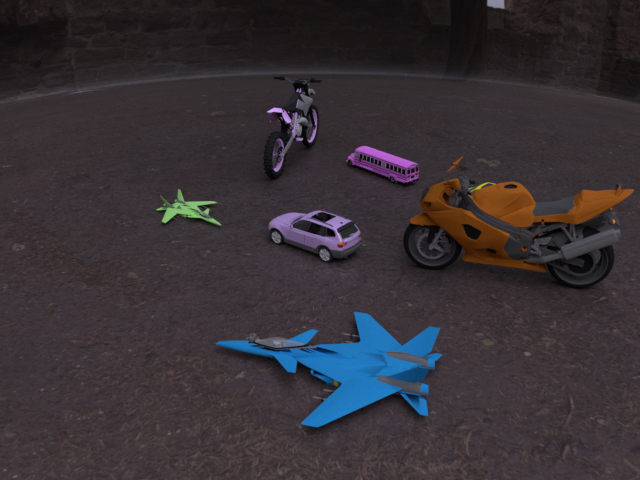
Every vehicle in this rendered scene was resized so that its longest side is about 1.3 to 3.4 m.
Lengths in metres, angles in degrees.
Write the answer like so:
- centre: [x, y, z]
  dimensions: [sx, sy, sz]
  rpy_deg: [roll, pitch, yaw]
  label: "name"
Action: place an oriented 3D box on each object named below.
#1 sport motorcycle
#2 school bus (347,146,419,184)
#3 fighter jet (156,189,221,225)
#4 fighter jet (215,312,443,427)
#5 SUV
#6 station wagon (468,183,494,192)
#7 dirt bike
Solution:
- centre: [2.648, -0.187, 9.734]
  dimensions: [2.955, 1.596, 0.983]
  rpy_deg: [7, 27, 13]
  label: "sport motorcycle"
- centre: [1.196, -1.492, 13.754]
  dimensions: [0.365, 0.434, 1.708]
  rpy_deg: [-21, 33, -36]
  label: "school bus"
- centre: [-2.144, -0.516, 11.912]
  dimensions: [1.358, 0.286, 1.147]
  rpy_deg: [21, 33, 36]
  label: "fighter jet"
- centre: [0.014, 1.247, 7.971]
  dimensions: [2.640, 0.557, 2.229]
  rpy_deg: [7, 27, 15]
  label: "fighter jet"
- centre: [-0.094, -0.156, 10.833]
  dimensions: [1.572, 0.580, 0.656]
  rpy_deg: [19, 32, 34]
  label: "SUV"
- centre: [2.867, -0.724, 12.127]
  dimensions: [1.597, 0.473, 0.682]
  rpy_deg: [21, 33, 36]
  label: "station wagon"
- centre: [-0.551, -2.403, 14.218]
  dimensions: [1.024, 1.666, 2.903]
  rpy_deg: [8, 27, 17]
  label: "dirt bike"
